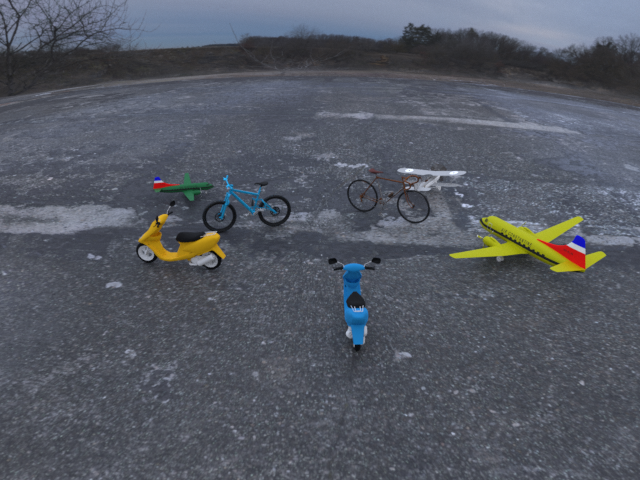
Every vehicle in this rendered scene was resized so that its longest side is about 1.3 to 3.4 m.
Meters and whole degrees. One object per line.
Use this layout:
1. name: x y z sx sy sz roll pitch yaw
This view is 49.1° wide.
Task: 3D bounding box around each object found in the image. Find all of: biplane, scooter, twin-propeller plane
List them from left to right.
1. scooter: -2.077 -0.027 10.272 1.399 0.919 0.662 5 27 11
2. twin-propeller plane: -2.487 -1.001 12.786 1.095 0.407 1.370 -6 27 -12
3. scooter: 0.436 0.708 8.805 0.662 0.919 1.399 -1 27 -1
4. biplane: 1.952 -1.070 12.815 1.336 0.504 1.090 16 31 29
5. twin-propeller plane: 3.122 -0.039 10.437 2.663 0.792 2.129 -14 30 -26

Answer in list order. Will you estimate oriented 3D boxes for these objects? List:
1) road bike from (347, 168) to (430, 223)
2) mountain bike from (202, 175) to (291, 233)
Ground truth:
1. road bike: 1.144 -0.774 11.837 1.545 0.852 0.358 14 30 27
2. mountain bike: -1.194 -0.573 11.416 1.469 0.868 0.573 -7 27 -13
